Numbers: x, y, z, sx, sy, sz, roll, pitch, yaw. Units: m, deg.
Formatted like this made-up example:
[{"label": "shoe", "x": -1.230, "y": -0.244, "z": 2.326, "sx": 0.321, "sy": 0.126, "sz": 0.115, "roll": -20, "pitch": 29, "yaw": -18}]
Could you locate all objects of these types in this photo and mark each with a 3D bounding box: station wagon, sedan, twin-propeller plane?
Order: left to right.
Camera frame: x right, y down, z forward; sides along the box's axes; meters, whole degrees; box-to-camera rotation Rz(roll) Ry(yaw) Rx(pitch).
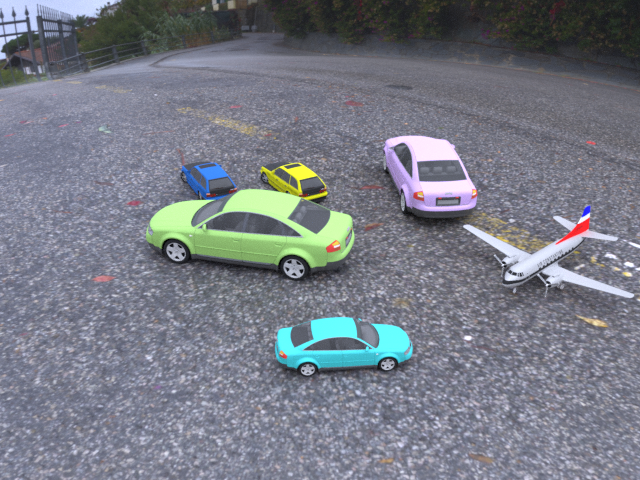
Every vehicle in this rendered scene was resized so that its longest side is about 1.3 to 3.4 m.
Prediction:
[{"label": "station wagon", "x": -2.000, "y": -1.119, "z": 12.485, "sx": 0.682, "sy": 0.473, "sz": 1.597, "roll": -13, "pitch": 31, "yaw": -23}, {"label": "sedan", "x": -1.058, "y": -0.208, "z": 10.297, "sx": 3.137, "sy": 0.940, "sz": 1.235, "roll": 7, "pitch": 29, "yaw": 13}, {"label": "station wagon", "x": -0.497, "y": -1.113, "z": 12.474, "sx": 0.682, "sy": 0.473, "sz": 1.597, "roll": -16, "pitch": 32, "yaw": -27}, {"label": "sedan", "x": 0.281, "y": 1.192, "z": 8.175, "sx": 1.613, "sy": 0.483, "sz": 0.635, "roll": -3, "pitch": 28, "yaw": -5}, {"label": "sedan", "x": 1.870, "y": -1.308, "z": 12.344, "sx": 1.235, "sy": 0.940, "sz": 3.137, "roll": -3, "pitch": 28, "yaw": -5}, {"label": "twin-propeller plane", "x": 3.218, "y": 0.138, "z": 9.810, "sx": 2.129, "sy": 0.792, "sz": 2.663, "roll": -23, "pitch": 36, "yaw": -36}]
